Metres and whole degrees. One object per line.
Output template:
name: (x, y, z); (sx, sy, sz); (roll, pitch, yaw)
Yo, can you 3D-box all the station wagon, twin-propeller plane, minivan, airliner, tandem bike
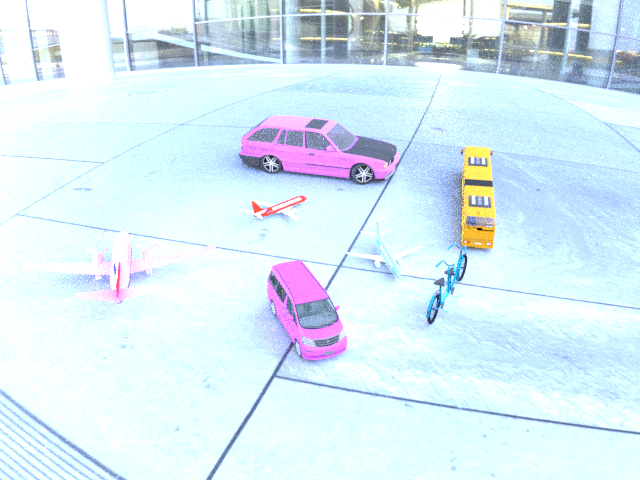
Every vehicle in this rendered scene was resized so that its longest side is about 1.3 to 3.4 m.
station wagon: (0.005, -1.833, 13.695); (3.105, 0.920, 1.327); (8, 28, 16)
twin-propeller plane: (-2.781, 0.266, 9.754); (2.663, 0.792, 2.129); (-6, 28, -11)
minivan: (-0.184, 0.858, 8.793); (0.681, 0.616, 1.548); (-10, 29, -19)
airliner: (-0.684, -0.647, 11.924); (1.161, 0.429, 1.307); (24, 36, 38)
tandem bike: (1.725, 0.522, 9.375); (0.283, 0.682, 1.642); (13, 30, 24)
airliner: (0.995, 0.128, 10.417); (1.161, 0.429, 1.307); (-5, 28, -10)

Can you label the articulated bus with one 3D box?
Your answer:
articulated bus: (2.727, -0.827, 12.130); (0.605, 0.561, 3.401); (5, 28, 9)
